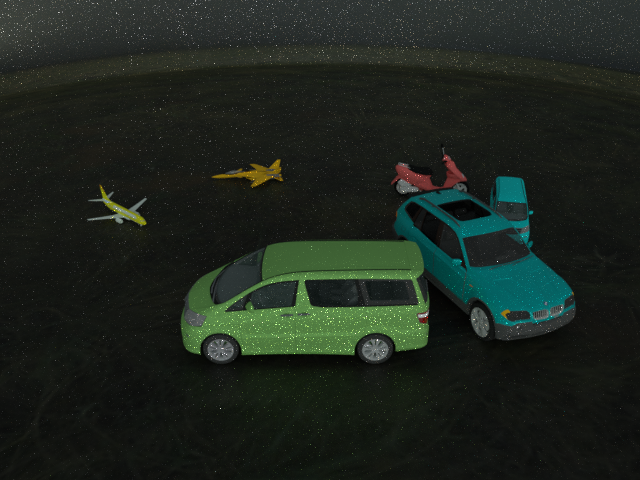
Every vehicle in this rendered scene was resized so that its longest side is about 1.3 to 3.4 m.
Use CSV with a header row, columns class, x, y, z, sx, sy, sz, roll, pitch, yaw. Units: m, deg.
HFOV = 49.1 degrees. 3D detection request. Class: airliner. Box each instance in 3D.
class,x,y,z,sx,sy,sz,roll,pitch,yaw
airliner,-3.347,-0.574,11.838,1.307,0.429,1.161,22,35,36

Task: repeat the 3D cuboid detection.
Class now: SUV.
class,x,y,z,sx,sy,sz,roll,pitch,yaw
SUV,2.130,0.210,9.560,1.276,1.128,3.058,-11,29,-21

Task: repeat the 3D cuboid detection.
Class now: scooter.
class,x,y,z,sx,sy,sz,roll,pitch,yaw
scooter,1.988,-1.200,12.517,1.399,0.919,0.662,3,28,7

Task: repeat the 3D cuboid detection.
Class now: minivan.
class,x,y,z,sx,sy,sz,roll,pitch,yaw
minivan,-0.194,0.694,8.549,3.011,1.197,1.324,0,27,0
minivan,3.104,-0.493,11.480,0.681,0.616,1.548,5,28,10

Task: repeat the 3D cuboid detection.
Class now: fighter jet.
class,x,y,z,sx,sy,sz,roll,pitch,yaw
fighter jet,-1.402,-1.312,13.422,1.358,0.286,1.147,-3,27,-5
